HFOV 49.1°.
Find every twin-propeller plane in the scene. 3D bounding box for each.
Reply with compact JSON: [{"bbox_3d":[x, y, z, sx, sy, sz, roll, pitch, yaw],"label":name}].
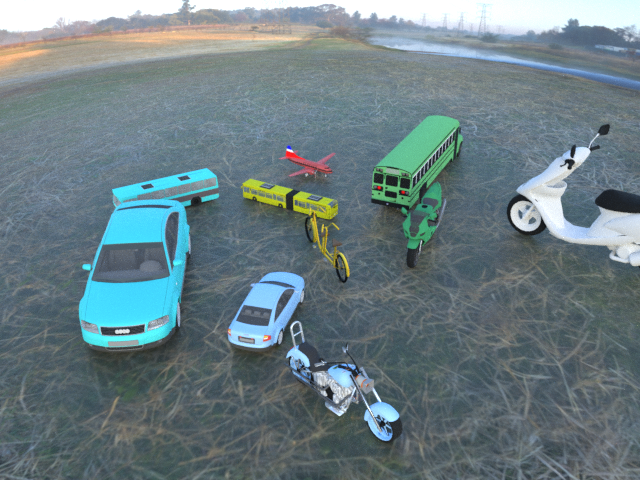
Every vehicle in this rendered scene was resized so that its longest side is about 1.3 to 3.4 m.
[{"bbox_3d":[-0.210,-1.444,12.869,1.095,0.407,1.370,20,34,32],"label":"twin-propeller plane"}]

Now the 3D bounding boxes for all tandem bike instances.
[{"bbox_3d":[0.077,0.004,9.946,0.283,0.682,1.642,-11,31,-19],"label":"tandem bike"}]

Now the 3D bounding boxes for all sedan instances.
[{"bbox_3d":[-0.636,0.795,8.711,0.635,0.483,1.613,8,30,14],"label":"sedan"},{"bbox_3d":[-2.381,0.265,9.202,1.235,0.940,3.137,-3,29,-5],"label":"sedan"}]

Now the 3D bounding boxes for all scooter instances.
[{"bbox_3d":[3.947,-0.559,9.824,2.721,1.786,1.288,22,36,35],"label":"scooter"}]

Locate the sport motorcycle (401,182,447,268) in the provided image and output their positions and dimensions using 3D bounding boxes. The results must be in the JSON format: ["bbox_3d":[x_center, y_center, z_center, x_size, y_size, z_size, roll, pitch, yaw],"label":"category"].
[{"bbox_3d":[1.516,-0.231,10.229,0.506,0.821,1.520,11,31,19],"label":"sport motorcycle"}]

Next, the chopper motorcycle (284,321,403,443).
[{"bbox_3d":[0.219,1.450,7.229,0.466,0.761,1.563,-25,38,-38],"label":"chopper motorcycle"}]

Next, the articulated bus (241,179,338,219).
[{"bbox_3d":[-0.522,-0.686,11.611,1.749,0.289,0.311,16,32,26],"label":"articulated bus"}]

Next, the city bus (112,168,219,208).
[{"bbox_3d":[-2.522,-0.740,11.530,1.674,0.460,0.476,-17,33,-28],"label":"city bus"}]

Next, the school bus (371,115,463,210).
[{"bbox_3d":[1.839,-1.482,12.484,0.709,0.844,3.322,13,31,22],"label":"school bus"}]
